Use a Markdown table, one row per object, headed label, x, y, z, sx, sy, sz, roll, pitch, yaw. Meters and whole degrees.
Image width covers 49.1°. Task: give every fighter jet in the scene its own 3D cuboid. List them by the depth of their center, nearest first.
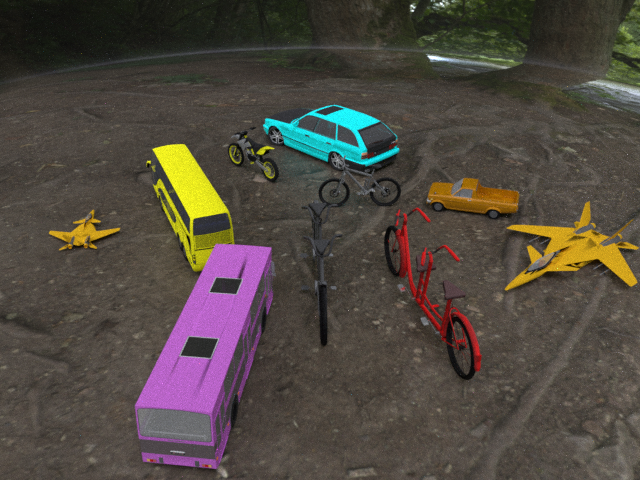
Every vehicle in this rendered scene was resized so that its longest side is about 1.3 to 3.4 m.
| label | x | y | z | sx | sy | sz | roll | pitch | yaw |
| --- | --- | --- | --- | --- | --- | --- | --- | --- | --- |
| fighter jet | 3.686 | 0.155 | 10.683 | 2.640 | 0.557 | 2.229 | -22 | 37 | -33 |
| fighter jet | -3.919 | -0.269 | 11.688 | 1.147 | 0.286 | 1.358 | -3 | 30 | -4 |

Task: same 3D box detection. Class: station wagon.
| label | x | y | z | sx | sy | sz | roll | pitch | yaw |
| --- | --- | --- | --- | --- | --- | --- | --- | --- | --- |
| station wagon | 0.151 | -2.280 | 14.540 | 3.105 | 0.920 | 1.327 | 27 | 39 | 38 |

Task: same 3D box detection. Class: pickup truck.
| label | x | y | z | sx | sy | sz | roll | pitch | yaw |
| --- | --- | --- | --- | --- | --- | --- | --- | --- | --- |
| pickup truck | 2.701 | -0.777 | 12.344 | 1.603 | 0.511 | 0.640 | 9 | 31 | 14 |

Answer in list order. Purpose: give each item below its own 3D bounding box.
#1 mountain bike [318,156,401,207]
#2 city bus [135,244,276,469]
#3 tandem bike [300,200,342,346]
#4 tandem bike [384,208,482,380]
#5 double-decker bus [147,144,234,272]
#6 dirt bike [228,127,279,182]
| label | x | y | z | sx | sy | sz | roll | pitch | yaw |
| --- | --- | --- | --- | --- | --- | --- | --- | --- | --- |
| mountain bike | 0.705 | -0.980 | 12.339 | 1.469 | 0.868 | 0.573 | -1 | 30 | -2 |
| city bus | -1.244 | 1.252 | 8.446 | 0.926 | 0.894 | 3.255 | 4 | 30 | 6 |
| tandem bike | -0.004 | 0.143 | 9.935 | 0.550 | 1.326 | 3.192 | -1 | 30 | -2 |
| tandem bike | 1.414 | 0.519 | 9.285 | 0.550 | 1.326 | 3.192 | -7 | 31 | -13 |
| double-decker bus | -2.184 | -0.651 | 11.586 | 0.756 | 1.052 | 3.251 | -12 | 32 | -19 |
| dirt bike | -1.324 | -1.690 | 13.580 | 0.527 | 0.857 | 1.493 | -26 | 39 | -38 |
